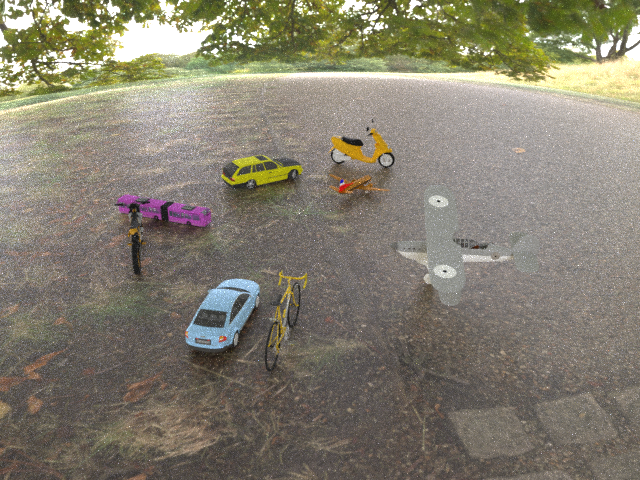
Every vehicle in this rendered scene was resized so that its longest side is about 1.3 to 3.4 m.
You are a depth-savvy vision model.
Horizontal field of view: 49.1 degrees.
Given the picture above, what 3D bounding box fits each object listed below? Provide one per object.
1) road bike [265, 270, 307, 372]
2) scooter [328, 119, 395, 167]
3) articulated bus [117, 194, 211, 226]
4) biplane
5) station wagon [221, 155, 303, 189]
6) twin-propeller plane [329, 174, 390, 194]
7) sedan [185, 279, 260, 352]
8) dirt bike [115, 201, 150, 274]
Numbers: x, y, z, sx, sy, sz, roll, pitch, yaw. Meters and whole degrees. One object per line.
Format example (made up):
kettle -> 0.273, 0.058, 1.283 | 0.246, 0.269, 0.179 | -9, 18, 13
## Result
road bike -> -0.445, 0.939, 8.638 | 0.358, 0.852, 1.545 | 6, 27, 12
scooter -> 0.852, -1.961, 14.340 | 1.399, 0.919, 0.662 | 6, 27, 12
articulated bus -> -2.718, -0.514, 12.160 | 1.749, 0.289, 0.311 | 10, 28, 19
biplane -> 2.055, 0.169, 10.028 | 2.120, 0.981, 2.598 | 2, 27, 5
station wagon -> -1.112, -1.394, 13.706 | 1.597, 0.473, 0.682 | -15, 30, -28
twin-propeller plane -> 0.670, -1.084, 13.163 | 1.370, 0.407, 1.095 | 19, 32, 32
sedan -> -1.240, 0.891, 9.144 | 0.635, 0.483, 1.613 | 6, 27, 11
dirt bike -> -2.833, -0.122, 10.745 | 0.527, 0.857, 1.493 | -5, 27, -10
